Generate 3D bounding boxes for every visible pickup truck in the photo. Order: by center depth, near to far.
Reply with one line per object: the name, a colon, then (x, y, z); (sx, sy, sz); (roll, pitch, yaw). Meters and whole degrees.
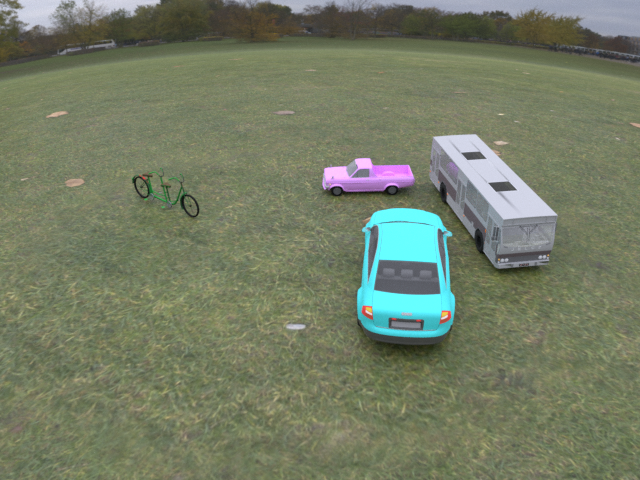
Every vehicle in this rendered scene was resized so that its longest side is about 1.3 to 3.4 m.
pickup truck: (0.844, -1.132, 12.290); (1.603, 0.511, 0.640); (-1, 29, -2)

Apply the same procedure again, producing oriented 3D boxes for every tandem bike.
tandem bike: (-2.589, -0.857, 11.614); (1.642, 0.682, 0.283); (21, 35, 32)

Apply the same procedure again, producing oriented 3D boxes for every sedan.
sedan: (1.148, 0.248, 9.342); (1.235, 0.940, 3.137); (3, 29, 5)

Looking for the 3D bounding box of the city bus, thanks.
city bus: (2.603, -0.684, 11.079); (0.926, 0.894, 3.255); (-4, 29, -8)
